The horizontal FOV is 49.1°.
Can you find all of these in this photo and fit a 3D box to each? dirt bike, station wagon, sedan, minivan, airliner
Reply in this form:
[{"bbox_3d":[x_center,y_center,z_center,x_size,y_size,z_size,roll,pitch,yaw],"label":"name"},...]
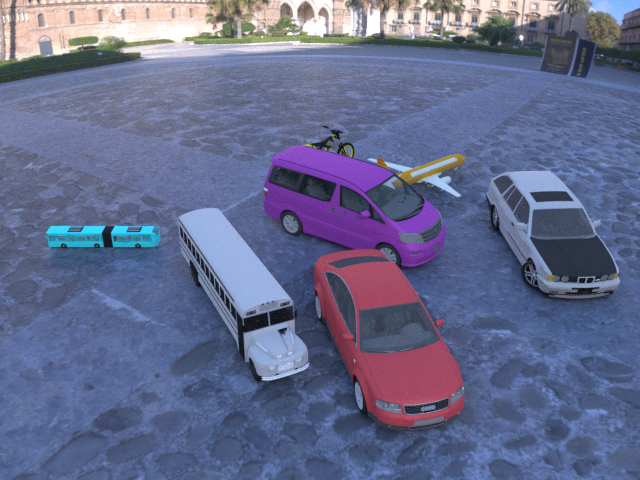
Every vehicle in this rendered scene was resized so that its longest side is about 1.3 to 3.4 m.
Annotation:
[{"bbox_3d":[0.120,-1.707,13.496,1.493,0.857,0.527,-24,37,-36],"label":"dirt bike"},{"bbox_3d":[3.509,-0.233,10.755,1.327,0.920,3.105,-2,29,-3],"label":"station wagon"},{"bbox_3d":[0.750,0.992,8.512,1.235,0.940,3.137,-7,30,-12],"label":"sedan"},{"bbox_3d":[0.535,-0.577,11.094,3.011,1.197,1.324,19,34,31],"label":"minivan"},{"bbox_3d":[1.910,-1.425,13.008,2.541,0.835,2.257,-23,36,-35],"label":"airliner"}]

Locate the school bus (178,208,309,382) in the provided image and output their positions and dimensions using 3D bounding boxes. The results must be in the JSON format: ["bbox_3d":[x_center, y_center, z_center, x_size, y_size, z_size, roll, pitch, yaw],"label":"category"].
[{"bbox_3d":[-1.091,0.619,9.289,0.709,0.844,3.322,-13,31,-22],"label":"school bus"}]

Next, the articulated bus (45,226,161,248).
[{"bbox_3d":[-3.431,-0.053,11.084,1.749,0.289,0.311,0,29,0],"label":"articulated bus"}]
